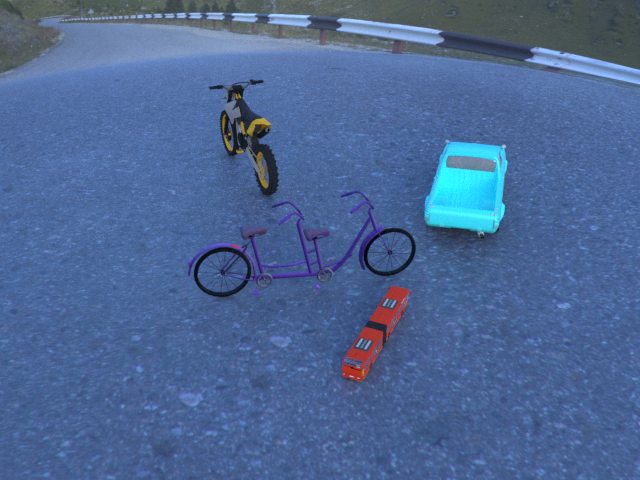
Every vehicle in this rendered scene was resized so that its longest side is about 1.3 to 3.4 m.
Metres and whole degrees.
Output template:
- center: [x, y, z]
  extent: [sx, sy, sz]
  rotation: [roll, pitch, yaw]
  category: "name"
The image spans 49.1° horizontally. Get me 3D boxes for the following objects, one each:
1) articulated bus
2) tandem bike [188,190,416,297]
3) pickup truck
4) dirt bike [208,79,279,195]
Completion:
- center: [0.721, 1.116, 8.668]
  extent: [0.311, 0.289, 1.749]
  rotation: [12, 31, 21]
  category: "articulated bus"
- center: [-0.198, 0.068, 9.491]
  extent: [3.192, 1.326, 0.550]
  rotation: [-6, 30, -11]
  category: "tandem bike"
- center: [2.515, -1.020, 11.803]
  extent: [1.244, 0.993, 3.117]
  rotation: [7, 30, 13]
  category: "pickup truck"
- center: [-1.386, -2.002, 12.882]
  extent: [1.024, 1.666, 2.903]
  rotation: [-13, 31, -21]
  category: "dirt bike"
